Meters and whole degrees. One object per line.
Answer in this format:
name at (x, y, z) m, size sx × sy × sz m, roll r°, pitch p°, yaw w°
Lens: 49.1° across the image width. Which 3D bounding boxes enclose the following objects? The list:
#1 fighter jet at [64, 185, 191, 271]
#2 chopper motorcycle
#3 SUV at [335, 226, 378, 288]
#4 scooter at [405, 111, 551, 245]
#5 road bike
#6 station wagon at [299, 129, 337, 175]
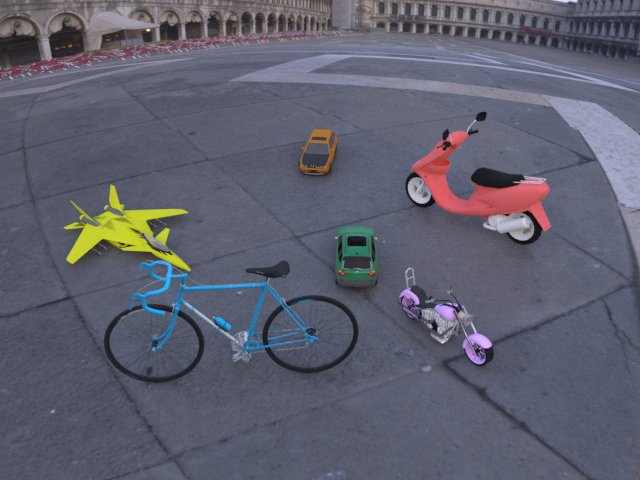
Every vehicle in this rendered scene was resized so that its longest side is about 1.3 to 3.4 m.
fighter jet at (-2.920, -0.135, 11.181) m, size 2.640 × 0.557 × 2.229 m, roll 25°, pitch 38°, yaw 35°
chopper motorcycle at (1.620, 0.984, 9.071) m, size 0.466 × 0.761 × 1.563 m, roll -22°, pitch 37°, yaw -32°
SUV at (0.552, 0.160, 10.656) m, size 0.656 × 0.580 × 1.572 m, roll 1°, pitch 30°, yaw 2°
scooter at (2.564, -1.037, 11.505) m, size 2.721 × 1.786 × 1.288 m, roll 24°, pitch 38°, yaw 35°
road bike at (-1.030, 0.974, 8.203) m, size 3.004 × 1.656 × 0.697 m, roll -3°, pitch 30°, yaw -5°
station wagon at (-0.022, -1.817, 14.134) m, size 0.682 × 0.473 × 1.597 m, roll 4°, pitch 31°, yaw 7°
